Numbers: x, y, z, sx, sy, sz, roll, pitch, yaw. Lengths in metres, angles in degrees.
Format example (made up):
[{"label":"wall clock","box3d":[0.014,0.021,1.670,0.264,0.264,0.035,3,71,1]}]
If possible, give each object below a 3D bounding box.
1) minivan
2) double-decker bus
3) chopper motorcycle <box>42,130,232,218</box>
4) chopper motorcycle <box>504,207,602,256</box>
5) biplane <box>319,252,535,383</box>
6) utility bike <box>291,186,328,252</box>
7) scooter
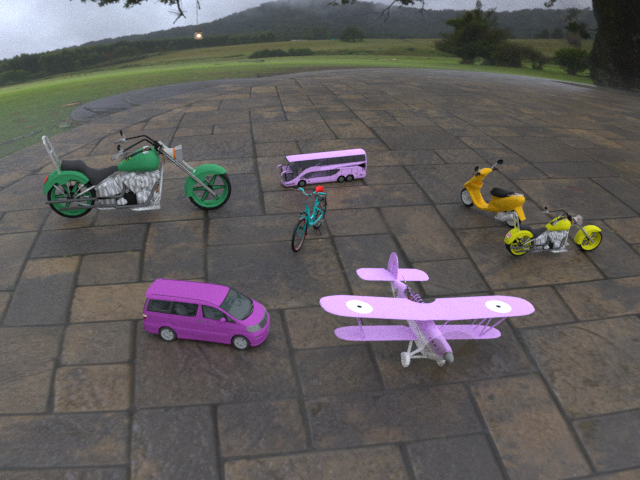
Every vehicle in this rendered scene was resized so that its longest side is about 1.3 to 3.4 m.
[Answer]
[{"label":"minivan","box3d":[-1.399,0.895,8.699,1.548,0.616,0.681,5,28,9]},{"label":"double-decker bus","box3d":[0.043,-1.344,13.068,1.672,0.541,0.389,-8,28,-14]},{"label":"chopper motorcycle","box3d":[-3.019,-1.107,11.599,3.040,1.480,0.906,-6,28,-11]},{"label":"chopper motorcycle","box3d":[3.532,-0.133,10.512,1.563,0.761,0.466,-5,28,-10]},{"label":"biplane","box3d":[1.189,0.849,8.393,2.598,0.981,2.120,-7,28,-12]},{"label":"utility bike","box3d":[-0.101,-0.435,10.891,0.535,0.946,1.435,10,29,19]},{"label":"scooter","box3d":[2.871,-0.799,11.617,0.662,0.919,1.399,-18,32,-30]}]
